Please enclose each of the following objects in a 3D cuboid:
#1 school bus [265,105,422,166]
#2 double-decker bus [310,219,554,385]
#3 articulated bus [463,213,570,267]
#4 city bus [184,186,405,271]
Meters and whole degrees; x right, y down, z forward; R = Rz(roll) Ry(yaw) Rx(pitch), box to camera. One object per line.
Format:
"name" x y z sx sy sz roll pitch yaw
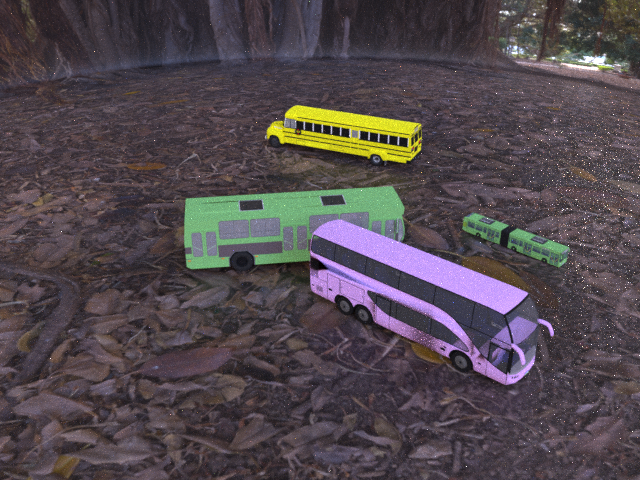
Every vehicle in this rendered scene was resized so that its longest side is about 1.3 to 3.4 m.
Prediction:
"school bus" 0.413 -2.174 14.392 3.322 0.844 0.709 13 31 22
"double-decker bus" 1.247 0.725 8.820 3.251 1.052 0.756 23 36 36
"articulated bus" 3.046 -0.020 10.997 1.749 0.289 0.311 25 37 38
"city bus" -0.396 -0.163 10.626 3.255 0.894 0.926 -4 29 -7
